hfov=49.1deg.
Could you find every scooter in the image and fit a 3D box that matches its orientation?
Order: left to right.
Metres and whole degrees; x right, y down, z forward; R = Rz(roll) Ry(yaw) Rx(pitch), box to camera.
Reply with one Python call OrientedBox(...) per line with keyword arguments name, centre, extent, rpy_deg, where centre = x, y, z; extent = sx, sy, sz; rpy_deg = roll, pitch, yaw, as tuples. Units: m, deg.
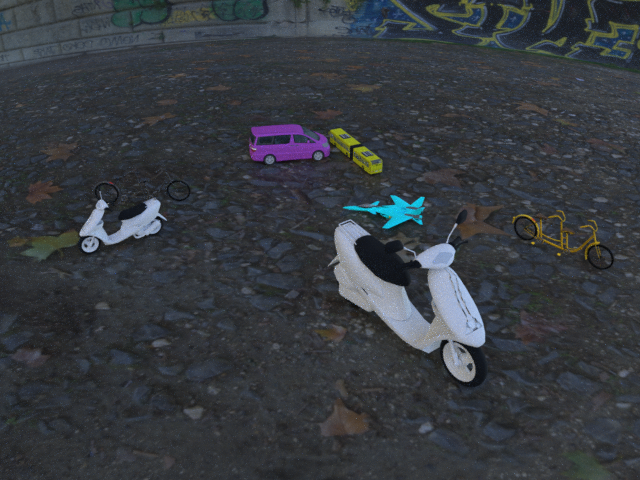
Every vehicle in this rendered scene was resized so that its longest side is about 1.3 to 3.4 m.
OrientedBox(name="scooter", centre=(-3.029, -0.341, 10.630), extent=(1.399, 0.919, 0.662), rpy_deg=(-19, 36, -28))
OrientedBox(name="scooter", centre=(1.015, 0.475, 8.435), extent=(1.288, 1.786, 2.721), rpy_deg=(-22, 37, -32))

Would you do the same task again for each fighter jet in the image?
OrientedBox(name="fighter jet", centre=(1.046, -0.549, 11.587), extent=(1.358, 0.286, 1.147), rpy_deg=(6, 32, 10))

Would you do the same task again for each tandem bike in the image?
OrientedBox(name="tandem bike", centre=(-3.035, -0.935, 11.845), extent=(1.642, 0.682, 0.283), rpy_deg=(-2, 31, -4))
OrientedBox(name="tandem bike", centre=(3.614, -0.092, 10.447), extent=(1.642, 0.682, 0.283), rpy_deg=(26, 40, 36))

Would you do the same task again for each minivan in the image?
OrientedBox(name="minivan", centre=(-0.581, -1.875, 13.470), extent=(1.548, 0.616, 0.681), rpy_deg=(-6, 32, -10))

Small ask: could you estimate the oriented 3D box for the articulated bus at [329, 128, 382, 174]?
OrientedBox(name="articulated bus", centre=(0.673, -1.736, 13.556), extent=(0.311, 0.289, 1.749), rpy_deg=(-14, 34, -21))
